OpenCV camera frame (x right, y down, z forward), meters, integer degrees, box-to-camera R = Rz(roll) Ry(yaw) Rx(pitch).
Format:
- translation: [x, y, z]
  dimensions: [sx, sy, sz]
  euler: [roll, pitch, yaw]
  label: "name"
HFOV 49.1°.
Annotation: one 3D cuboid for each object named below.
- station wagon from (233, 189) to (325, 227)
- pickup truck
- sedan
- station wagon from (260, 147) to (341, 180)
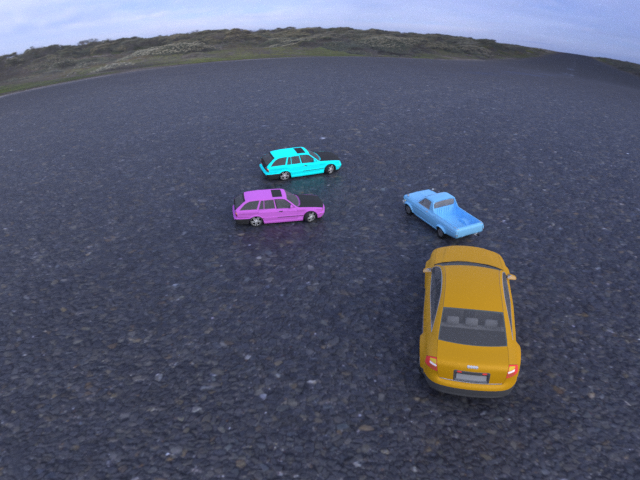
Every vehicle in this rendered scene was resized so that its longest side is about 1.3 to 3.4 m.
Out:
- translation: [-0.715, -0.608, 12.164]
  dimensions: [1.597, 0.473, 0.682]
  euler: [-5, 29, -8]
  label: "station wagon"
- translation: [2.070, -0.492, 11.917]
  dimensions: [0.640, 0.511, 1.603]
  euler: [-14, 32, -24]
  label: "pickup truck"
- translation: [1.938, 0.815, 9.135]
  dimensions: [1.235, 0.940, 3.137]
  euler: [5, 29, 8]
  label: "sedan"
- translation: [-0.374, -1.566, 13.881]
  dimensions: [1.597, 0.473, 0.682]
  euler: [-9, 31, -16]
  label: "station wagon"
